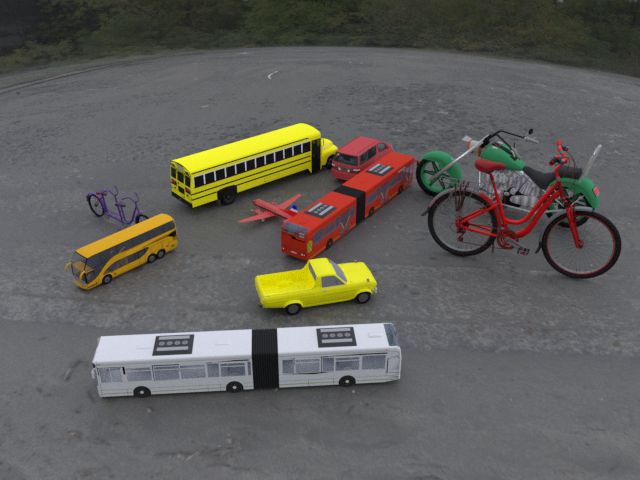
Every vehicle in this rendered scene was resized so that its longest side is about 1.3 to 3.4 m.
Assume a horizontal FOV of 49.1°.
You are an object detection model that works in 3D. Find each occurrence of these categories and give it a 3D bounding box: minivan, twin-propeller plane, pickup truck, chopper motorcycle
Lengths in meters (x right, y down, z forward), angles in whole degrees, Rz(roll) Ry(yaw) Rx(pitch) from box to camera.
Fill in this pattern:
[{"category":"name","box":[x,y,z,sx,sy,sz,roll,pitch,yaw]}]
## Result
[{"category":"minivan","box":[0.822,-1.565,12.970,0.681,0.616,1.548,17,34,27]},{"category":"twin-propeller plane","box":[-0.729,-0.521,11.342,1.095,0.407,1.370,25,38,37]},{"category":"pickup truck","box":[-0.054,0.566,9.322,1.603,0.511,0.640,-8,31,-13]},{"category":"chopper motorcycle","box":[2.992,-1.130,11.328,3.040,1.480,0.906,18,34,29]}]

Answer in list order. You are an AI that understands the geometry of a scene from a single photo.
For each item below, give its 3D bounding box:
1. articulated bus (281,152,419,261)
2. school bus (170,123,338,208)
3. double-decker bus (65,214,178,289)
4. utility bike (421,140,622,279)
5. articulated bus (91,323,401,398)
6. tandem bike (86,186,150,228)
[{"category":"articulated bus","box":[0.563,-0.631,11.380,0.605,0.561,3.401,18,34,29]},{"category":"school bus","box":[-1.034,-1.385,12.422,3.322,0.844,0.709,-23,37,-34]},{"category":"double-decker bus","box":[-2.791,0.162,10.003,0.389,0.541,1.672,24,37,35]},{"category":"utility bike","box":[2.830,-0.495,9.847,2.791,1.839,1.039,12,32,20]},{"category":"articulated bus","box":[-0.808,1.345,7.900,3.401,0.561,0.605,-2,30,-4]},{"category":"tandem bike","box":[-3.181,-0.514,11.052,1.642,0.682,0.283,20,35,32]}]
